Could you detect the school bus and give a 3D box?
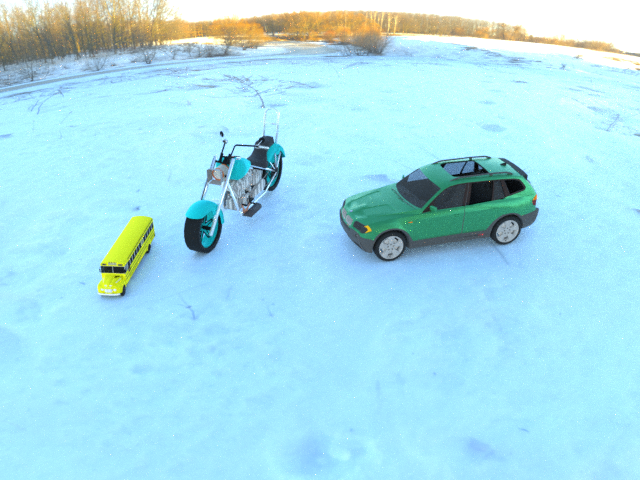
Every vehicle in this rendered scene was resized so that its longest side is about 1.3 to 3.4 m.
[{"bbox_3d":[-2.769,0.216,10.029,0.365,0.434,1.708,2,28,3],"label":"school bus"}]

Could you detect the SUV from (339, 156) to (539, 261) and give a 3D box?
[{"bbox_3d":[1.828,-0.570,10.755,3.058,1.128,1.276,-8,29,-14],"label":"SUV"}]

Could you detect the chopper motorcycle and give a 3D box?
[{"bbox_3d":[-1.321,-1.019,11.216,0.906,1.480,3.040,11,30,19],"label":"chopper motorcycle"}]
